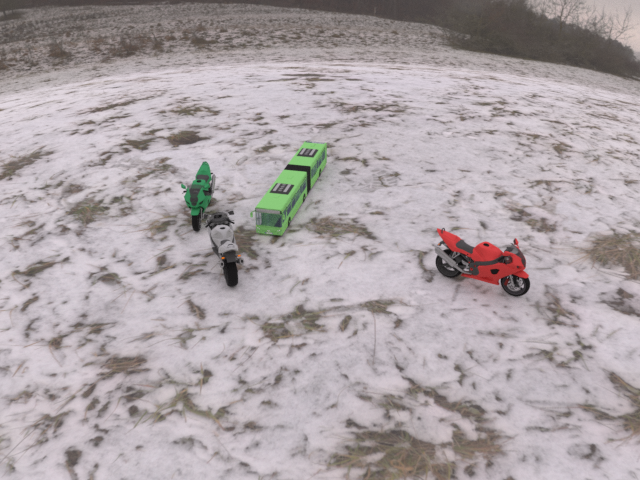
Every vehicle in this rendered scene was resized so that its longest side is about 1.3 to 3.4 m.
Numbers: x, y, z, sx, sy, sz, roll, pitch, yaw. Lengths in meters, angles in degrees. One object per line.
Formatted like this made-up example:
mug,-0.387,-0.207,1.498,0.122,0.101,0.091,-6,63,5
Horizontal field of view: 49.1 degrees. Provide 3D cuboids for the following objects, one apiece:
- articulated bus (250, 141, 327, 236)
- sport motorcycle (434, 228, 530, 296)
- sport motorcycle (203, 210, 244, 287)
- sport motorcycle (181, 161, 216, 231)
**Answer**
articulated bus,-0.492,-1.074,13.406,0.605,0.561,3.401,7,29,12
sport motorcycle,2.443,0.331,10.567,1.520,0.821,0.506,16,33,27
sport motorcycle,-1.504,0.097,10.994,0.506,0.821,1.520,-8,30,-15
sport motorcycle,-2.153,-0.795,12.626,0.506,0.821,1.520,0,29,0
